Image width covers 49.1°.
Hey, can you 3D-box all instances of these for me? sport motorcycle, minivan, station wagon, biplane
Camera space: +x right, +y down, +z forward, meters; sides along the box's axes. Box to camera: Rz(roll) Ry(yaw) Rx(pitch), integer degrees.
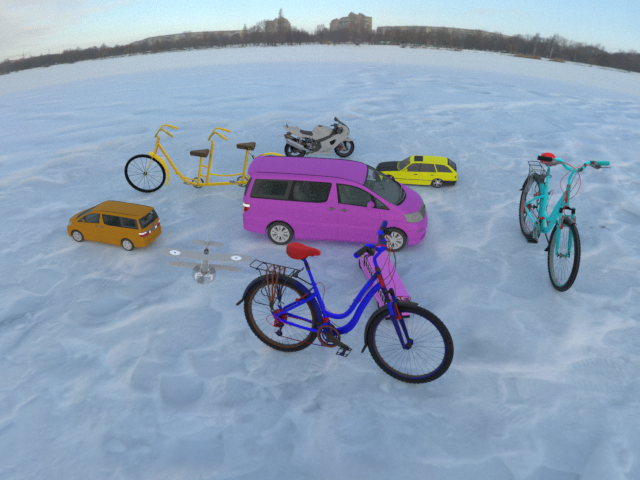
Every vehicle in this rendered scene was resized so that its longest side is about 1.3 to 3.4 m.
[{"bbox_3d":[-0.023,-2.077,14.561,1.520,0.821,0.506,-4,28,-8],"label":"sport motorcycle"},{"bbox_3d":[0.262,-0.650,11.488,3.011,1.197,1.324,3,28,6],"label":"minivan"},{"bbox_3d":[1.866,-1.371,13.607,1.597,0.473,0.682,4,28,7],"label":"station wagon"},{"bbox_3d":[-1.693,0.267,10.505,1.336,0.504,1.090,-2,28,-5],"label":"biplane"},{"bbox_3d":[-3.393,-0.288,11.427,1.548,0.616,0.681,9,29,16],"label":"minivan"}]

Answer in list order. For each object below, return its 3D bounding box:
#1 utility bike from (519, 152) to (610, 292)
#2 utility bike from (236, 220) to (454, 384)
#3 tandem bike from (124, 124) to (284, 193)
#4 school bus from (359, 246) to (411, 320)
[{"bbox_3d":[3.578,-0.537,10.594,1.039,1.839,2.791,0,28,0],"label":"utility bike"},{"bbox_3d":[0.270,0.666,8.341,2.791,1.839,1.039,11,30,19],"label":"utility bike"},{"bbox_3d":[-2.039,-1.457,12.864,3.192,1.326,0.550,0,28,1],"label":"tandem bike"},{"bbox_3d":[0.893,0.547,10.055,0.365,0.434,1.708,-5,28,-9],"label":"school bus"}]
